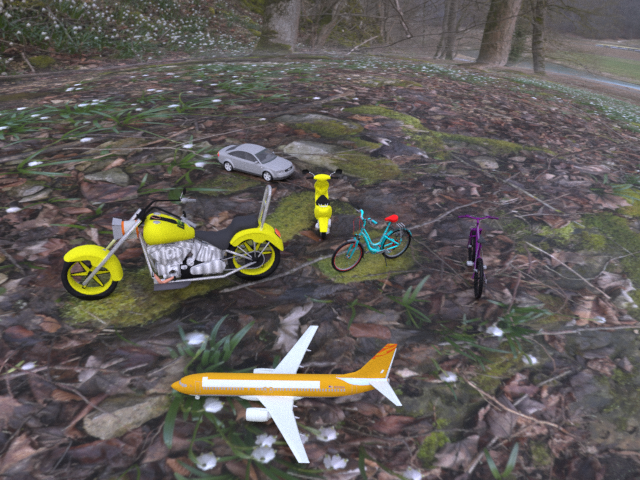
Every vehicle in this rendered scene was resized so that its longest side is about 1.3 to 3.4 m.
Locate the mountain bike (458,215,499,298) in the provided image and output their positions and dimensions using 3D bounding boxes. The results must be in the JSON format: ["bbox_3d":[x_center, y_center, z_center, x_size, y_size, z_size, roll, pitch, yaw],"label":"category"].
[{"bbox_3d":[2.241,0.173,9.999,0.573,0.868,1.469,3,29,5],"label":"mountain bike"}]

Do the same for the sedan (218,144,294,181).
[{"bbox_3d":[-1.245,-1.552,13.535,1.613,0.483,0.635,16,33,27],"label":"sedan"}]

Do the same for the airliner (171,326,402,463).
[{"bbox_3d":[-0.400,1.453,7.705,2.541,0.835,2.257,1,29,2],"label":"airliner"}]

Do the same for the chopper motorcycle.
[{"bbox_3d":[-2.019,0.033,9.618,3.040,1.480,0.906,-5,29,-9],"label":"chopper motorcycle"}]

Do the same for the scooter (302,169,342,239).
[{"bbox_3d":[0.041,-0.673,11.485,0.662,0.919,1.399,-1,29,-1],"label":"scooter"}]

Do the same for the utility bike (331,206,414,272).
[{"bbox_3d":[0.824,-0.014,10.258,1.435,0.946,0.535,-14,32,-24],"label":"utility bike"}]
